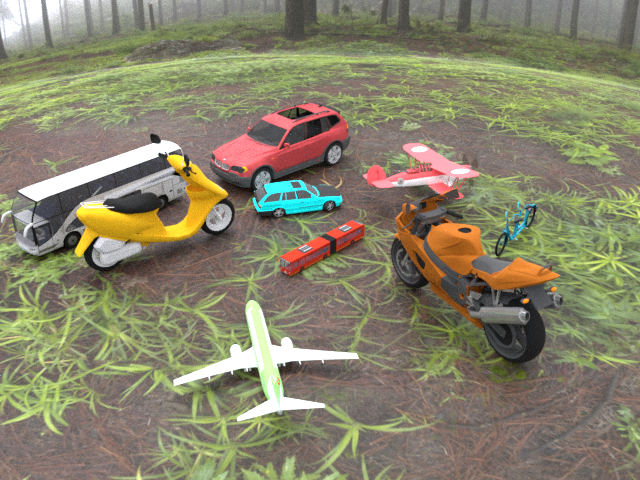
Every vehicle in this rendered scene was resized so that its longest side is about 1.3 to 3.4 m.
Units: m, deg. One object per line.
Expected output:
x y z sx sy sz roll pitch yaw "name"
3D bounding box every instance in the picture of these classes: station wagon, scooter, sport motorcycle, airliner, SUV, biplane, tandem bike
-0.397 -0.796 12.669 1.597 0.473 0.682 -8 30 -13 "station wagon"
-2.557 -0.591 10.976 2.721 1.786 1.288 -20 35 -31 "scooter"
1.926 0.411 9.403 0.983 1.596 2.955 -18 34 -28 "sport motorcycle"
-0.694 1.269 8.660 2.257 0.835 2.541 -6 30 -11 "airliner"
-0.757 -1.948 14.037 3.058 1.128 1.276 -24 38 -36 "SUV"
1.851 -1.189 12.847 2.120 0.981 2.598 -8 31 -14 "biplane"
3.271 -0.292 11.568 0.283 0.682 1.642 20 35 31 "tandem bike"

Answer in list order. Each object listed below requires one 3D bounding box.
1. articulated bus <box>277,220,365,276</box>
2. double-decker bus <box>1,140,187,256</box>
0.056 0.107 11.264 0.311 0.289 1.749 26 38 37 "articulated bus"
-3.733 -0.751 12.004 0.756 1.052 3.251 23 37 35 "double-decker bus"
